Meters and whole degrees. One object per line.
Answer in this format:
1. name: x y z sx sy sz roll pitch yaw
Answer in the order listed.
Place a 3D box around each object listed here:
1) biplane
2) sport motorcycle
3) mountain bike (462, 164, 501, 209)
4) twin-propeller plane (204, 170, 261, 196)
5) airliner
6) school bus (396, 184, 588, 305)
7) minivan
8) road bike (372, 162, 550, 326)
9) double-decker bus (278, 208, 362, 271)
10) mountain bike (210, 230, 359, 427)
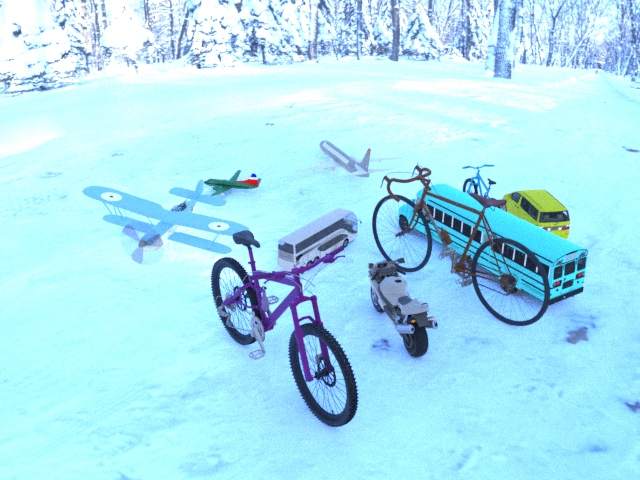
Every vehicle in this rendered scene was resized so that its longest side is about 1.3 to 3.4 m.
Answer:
1. biplane: -2.189 -0.319 10.673 2.598 0.981 2.120 7 27 14
2. sport motorcycle: 0.957 0.784 8.595 0.506 0.821 1.520 -9 27 -17
3. mountain bike: 2.701 -0.736 11.654 0.573 0.868 1.469 -5 27 -11
4. twin-propeller plane: -1.640 -1.075 12.874 1.095 0.407 1.370 7 27 14
5. airliner: 0.471 -1.750 13.770 2.257 0.835 2.541 -10 28 -19
6. school bus: 2.354 -0.076 10.331 0.709 0.844 3.322 -15 30 -28
7. minivan: 3.500 -0.498 11.455 0.681 0.616 1.548 -4 26 -8
8. road bike: 1.756 -0.003 9.255 0.697 1.656 3.004 -21 33 -36
9. double-decker bus: 0.006 -0.018 10.558 0.389 0.541 1.672 18 31 33
10. mountain bike: -0.502 0.782 7.612 1.114 1.688 2.857 -17 31 -31
